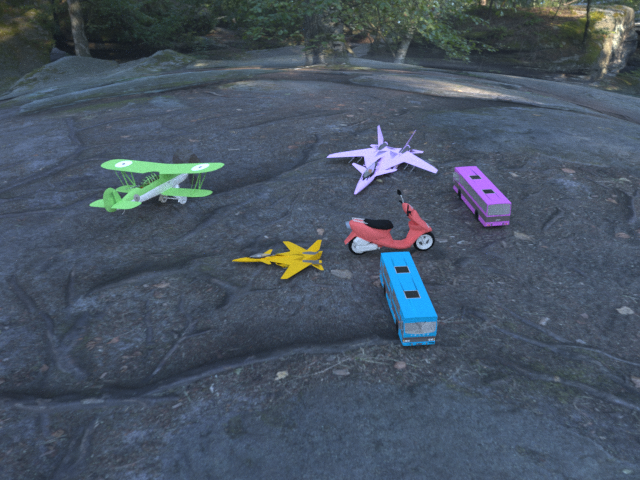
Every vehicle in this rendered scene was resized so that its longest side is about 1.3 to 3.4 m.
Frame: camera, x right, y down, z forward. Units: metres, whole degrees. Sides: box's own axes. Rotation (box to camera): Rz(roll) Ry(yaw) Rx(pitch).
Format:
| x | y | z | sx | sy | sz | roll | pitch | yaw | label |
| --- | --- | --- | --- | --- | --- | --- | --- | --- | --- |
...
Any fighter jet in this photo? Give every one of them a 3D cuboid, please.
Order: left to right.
| x | y | z | sx | sy | sz | roll | pitch | yaw | label |
| --- | --- | --- | --- | --- | --- | --- | --- | --- | --- |
| -0.627 | 0.224 | 10.375 | 1.358 | 0.286 | 1.147 | -1 | 27 | -1 | fighter jet |
| 1.117 | -1.530 | 13.471 | 2.229 | 0.557 | 2.640 | 11 | 29 | 20 | fighter jet |

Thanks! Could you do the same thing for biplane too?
| x | y | z | sx | sy | sz | roll | pitch | yaw | label |
| --- | --- | --- | --- | --- | --- | --- | --- | --- | --- |
| -2.876 | -0.897 | 11.787 | 2.598 | 0.981 | 2.120 | 14 | 31 | 25 | biplane |

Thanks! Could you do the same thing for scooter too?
| x | y | z | sx | sy | sz | roll | pitch | yaw | label |
| --- | --- | --- | --- | --- | --- | --- | --- | --- | --- |
| 1.068 | -0.212 | 10.530 | 1.399 | 0.919 | 0.662 | -3 | 28 | -6 | scooter |

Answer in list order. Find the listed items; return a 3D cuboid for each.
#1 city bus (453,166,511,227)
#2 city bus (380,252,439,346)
| x | y | z | sx | sy | sz | roll | pitch | yaw | label |
| --- | --- | --- | --- | --- | --- | --- | --- | --- | --- |
| 2.764 | -0.753 | 12.076 | 0.476 | 0.460 | 1.674 | -4 | 28 | -8 | city bus |
| 1.127 | 0.747 | 9.175 | 0.476 | 0.460 | 1.674 | -2 | 27 | -5 | city bus |
